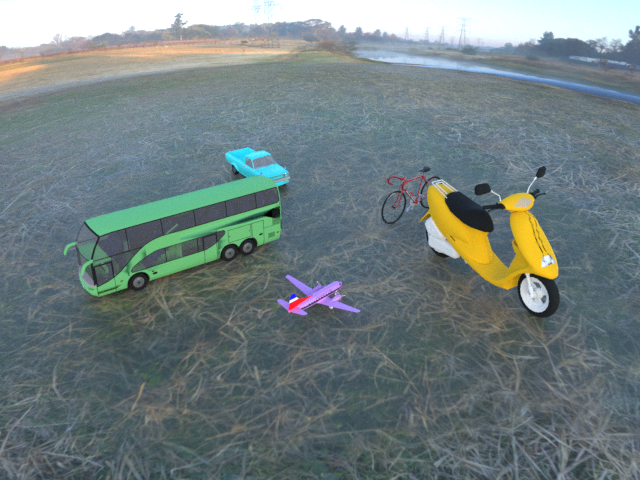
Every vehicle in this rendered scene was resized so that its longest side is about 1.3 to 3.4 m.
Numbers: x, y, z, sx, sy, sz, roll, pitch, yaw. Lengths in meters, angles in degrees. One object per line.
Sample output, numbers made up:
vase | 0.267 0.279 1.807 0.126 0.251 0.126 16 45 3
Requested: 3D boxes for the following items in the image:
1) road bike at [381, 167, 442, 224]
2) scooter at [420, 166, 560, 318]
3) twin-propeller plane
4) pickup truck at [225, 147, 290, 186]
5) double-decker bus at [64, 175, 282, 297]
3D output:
road bike | 1.606 -0.806 12.018 1.545 0.852 0.358 -22 35 -35
scooter | 2.365 -0.188 9.844 1.288 1.786 2.721 -16 32 -28
twin-propeller plane | -0.045 0.735 9.571 1.370 0.407 1.095 24 36 37
pickup truck | -1.232 -1.462 13.629 0.640 0.511 1.603 -18 33 -30
double-decker bus | -2.078 -0.092 10.450 3.251 1.052 0.756 -18 33 -31
